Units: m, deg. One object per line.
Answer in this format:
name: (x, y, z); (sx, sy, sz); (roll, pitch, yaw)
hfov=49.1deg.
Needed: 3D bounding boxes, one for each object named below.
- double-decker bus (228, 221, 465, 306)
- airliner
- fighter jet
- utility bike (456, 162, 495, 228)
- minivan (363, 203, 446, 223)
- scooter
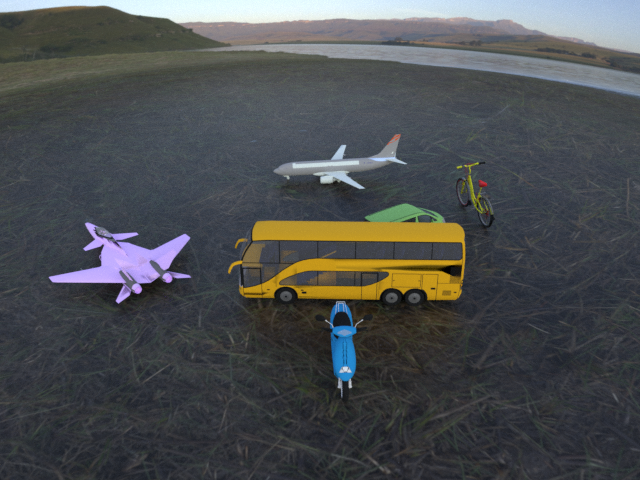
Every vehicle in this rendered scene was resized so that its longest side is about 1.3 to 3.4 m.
double-decker bus: (0.379, 0.303, 9.852); (3.251, 1.052, 0.756); (1, 28, 1)
airliner: (0.352, -1.616, 13.657); (2.541, 0.835, 2.257); (-3, 28, -6)
fighter jet: (-3.149, 0.058, 10.832); (2.229, 0.557, 2.640); (-20, 34, -33)
utility bike: (2.632, -0.822, 12.060); (0.535, 0.946, 1.435); (-7, 29, -13)
minivan: (1.370, -0.226, 11.299); (1.548, 0.616, 0.681); (-20, 34, -32)
scooter: (0.272, 1.182, 8.354); (0.662, 0.919, 1.399); (-1, 28, -1)
